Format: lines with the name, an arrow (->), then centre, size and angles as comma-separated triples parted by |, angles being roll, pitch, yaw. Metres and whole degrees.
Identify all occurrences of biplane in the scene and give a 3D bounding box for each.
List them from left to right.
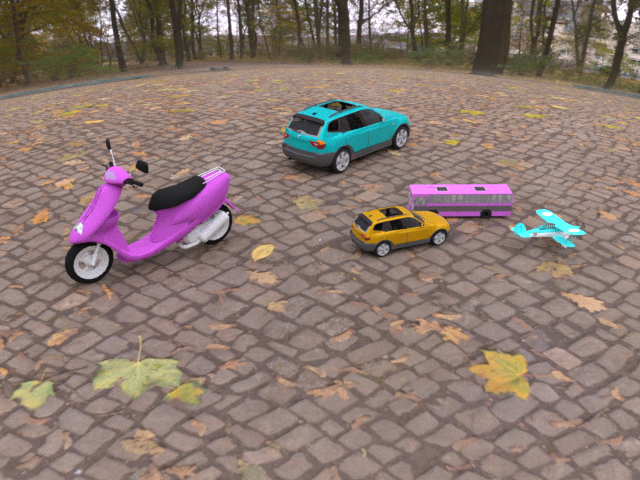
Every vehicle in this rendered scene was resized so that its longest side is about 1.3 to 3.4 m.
biplane -> 3.471, -0.141, 10.660 | 1.090, 0.504, 1.336 | -3, 27, -7

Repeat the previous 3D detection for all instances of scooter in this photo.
scooter -> -2.365, -0.498, 9.945 | 2.721, 1.786, 1.288 | -19, 33, -33

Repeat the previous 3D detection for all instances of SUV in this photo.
SUV -> 0.597, -2.269, 14.189 | 1.276, 1.128, 3.058 | 23, 34, 37
SUV -> 1.239, -0.210, 10.713 | 1.572, 0.580, 0.656 | -11, 29, -20

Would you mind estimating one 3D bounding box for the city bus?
city bus -> 2.327, -0.643, 11.705 | 1.674, 0.460, 0.476 | 0, 27, -1
